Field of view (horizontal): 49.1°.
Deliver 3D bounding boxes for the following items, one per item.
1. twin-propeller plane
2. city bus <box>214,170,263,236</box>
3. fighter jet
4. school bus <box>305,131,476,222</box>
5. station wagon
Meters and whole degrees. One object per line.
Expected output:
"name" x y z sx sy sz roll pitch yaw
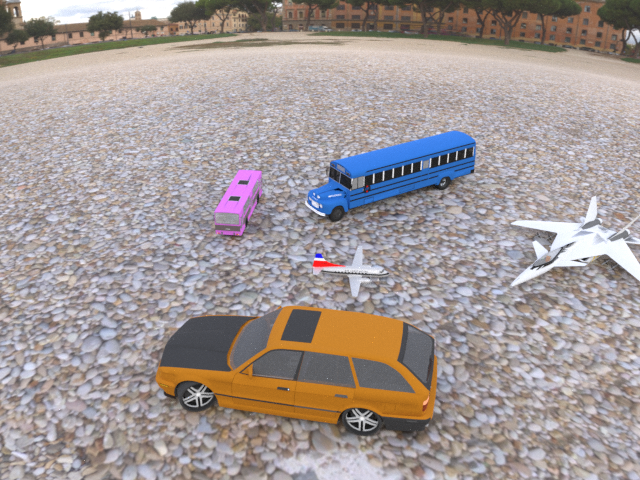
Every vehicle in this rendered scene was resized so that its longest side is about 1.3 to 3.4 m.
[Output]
"twin-propeller plane" 0.437 0.391 9.899 1.095 0.407 1.370 3 29 5
"city bus" -1.331 -0.622 11.656 0.476 0.460 1.674 4 29 7
"fighter jet" 3.655 0.078 10.306 2.640 0.557 2.229 -22 36 -34
"school bus" 1.269 -1.161 12.224 3.322 0.844 0.709 -17 34 -28
"station wagon" -0.265 1.298 7.754 3.105 0.920 1.327 6 30 10
